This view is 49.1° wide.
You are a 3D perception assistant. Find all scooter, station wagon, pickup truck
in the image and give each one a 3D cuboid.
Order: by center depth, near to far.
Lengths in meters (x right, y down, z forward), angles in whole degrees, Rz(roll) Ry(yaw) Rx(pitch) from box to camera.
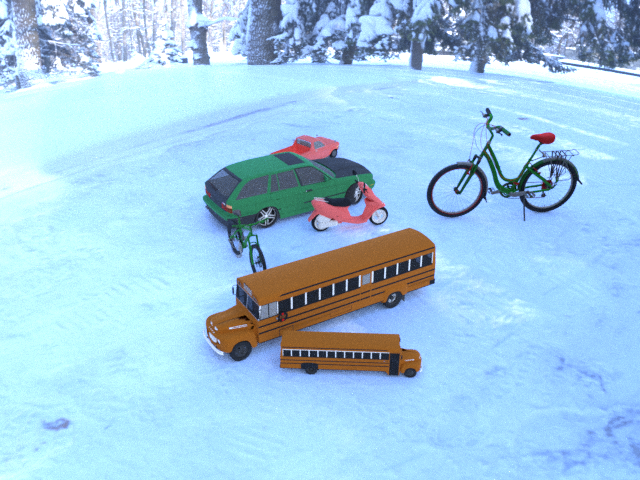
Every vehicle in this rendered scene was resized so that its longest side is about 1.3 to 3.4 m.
[{"bbox_3d":[0.483,-0.612,11.652,1.399,0.919,0.662,-7,28,-12],"label":"scooter"},{"bbox_3d":[-0.486,-1.041,12.465,3.105,0.920,1.327,-16,32,-28],"label":"station wagon"},{"bbox_3d":[-0.303,-1.853,14.447,0.640,0.511,1.603,23,36,37],"label":"pickup truck"}]

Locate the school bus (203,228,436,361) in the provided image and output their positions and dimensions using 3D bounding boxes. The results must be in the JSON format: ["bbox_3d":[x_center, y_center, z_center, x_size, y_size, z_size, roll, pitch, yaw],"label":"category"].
[{"bbox_3d":[0.046,0.660,9.316,3.322,0.844,0.709,-16,32,-27],"label":"school bus"}]

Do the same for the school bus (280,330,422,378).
[{"bbox_3d":[0.378,1.360,8.426,1.708,0.434,0.365,1,28,3],"label":"school bus"}]

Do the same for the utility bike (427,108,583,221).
[{"bbox_3d":[3.208,-1.191,11.764,2.791,1.839,1.039,-4,28,-7],"label":"utility bike"}]

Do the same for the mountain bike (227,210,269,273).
[{"bbox_3d":[-1.121,0.009,10.526,0.573,0.868,1.469,-13,31,-24],"label":"mountain bike"}]
